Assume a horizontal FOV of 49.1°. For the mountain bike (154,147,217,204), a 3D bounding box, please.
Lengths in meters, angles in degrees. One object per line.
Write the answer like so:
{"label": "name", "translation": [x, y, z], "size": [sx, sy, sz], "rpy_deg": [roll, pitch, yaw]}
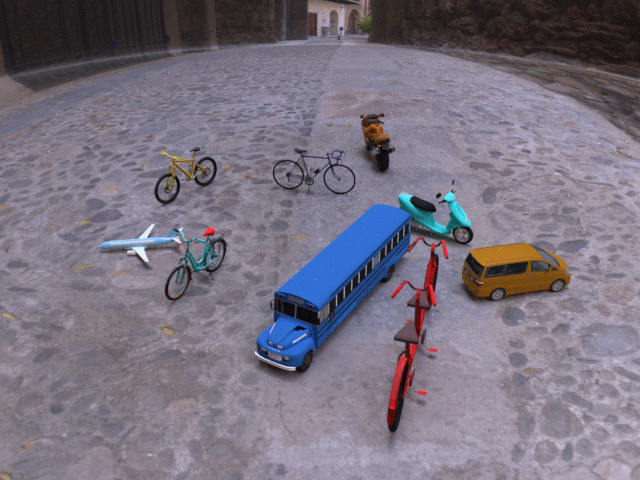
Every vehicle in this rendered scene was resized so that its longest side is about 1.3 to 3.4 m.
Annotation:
{"label": "mountain bike", "translation": [-2.406, -1.219, 12.566], "size": [0.573, 0.868, 1.469], "rpy_deg": [22, 37, 32]}

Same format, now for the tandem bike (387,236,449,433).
{"label": "tandem bike", "translation": [1.180, 0.927, 8.471], "size": [0.550, 1.326, 3.192], "rpy_deg": [9, 32, 14]}

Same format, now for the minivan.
{"label": "minivan", "translation": [2.848, 0.405, 10.056], "size": [1.548, 0.616, 0.681], "rpy_deg": [-7, 31, -12]}

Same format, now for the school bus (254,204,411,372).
{"label": "school bus", "translation": [0.264, 0.558, 9.571], "size": [0.709, 0.844, 3.322], "rpy_deg": [17, 34, 26]}

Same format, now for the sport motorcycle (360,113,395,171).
{"label": "sport motorcycle", "translation": [1.120, -1.972, 13.890], "size": [0.506, 0.821, 1.520], "rpy_deg": [-6, 31, -10]}

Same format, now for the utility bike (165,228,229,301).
{"label": "utility bike", "translation": [-1.716, 0.240, 10.011], "size": [0.535, 0.946, 1.435], "rpy_deg": [16, 34, 26]}

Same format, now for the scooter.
{"label": "scooter", "translation": [1.835, -0.486, 11.271], "size": [1.399, 0.919, 0.662], "rpy_deg": [18, 35, 27]}

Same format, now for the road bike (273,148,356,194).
{"label": "road bike", "translation": [-0.114, -1.254, 12.641], "size": [1.545, 0.852, 0.358], "rpy_deg": [6, 31, 10]}

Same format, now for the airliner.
{"label": "airliner", "translation": [-2.825, -0.037, 10.991], "size": [1.307, 0.429, 1.161], "rpy_deg": [-4, 31, -6]}
